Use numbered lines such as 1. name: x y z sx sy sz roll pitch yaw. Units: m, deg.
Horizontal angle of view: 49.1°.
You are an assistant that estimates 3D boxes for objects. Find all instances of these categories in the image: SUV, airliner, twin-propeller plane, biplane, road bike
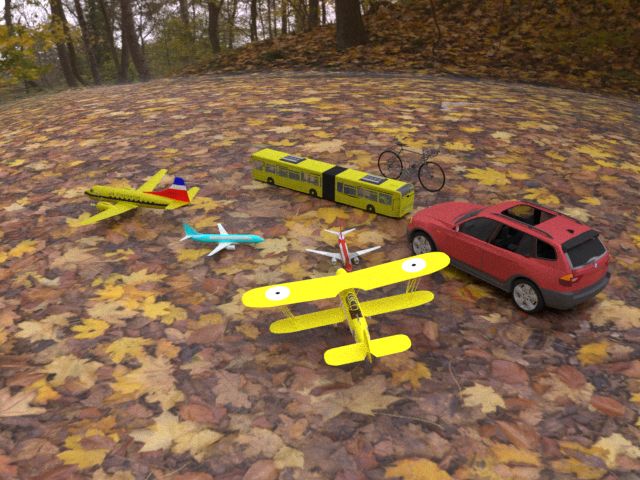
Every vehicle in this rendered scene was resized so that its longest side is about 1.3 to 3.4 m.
1. SUV: 2.634 0.001 10.116 1.276 1.128 3.058 -20 32 -34
2. airliner: -1.542 -0.104 11.122 1.307 0.429 1.161 0 26 0
3. twin-propeller plane: -3.210 -0.821 12.170 2.129 0.792 2.663 8 27 17
4. airliner: 0.375 0.105 10.698 1.161 0.429 1.307 -2 26 -4
5. biplane: 0.368 0.871 8.514 2.598 0.981 2.120 -4 26 -7
6. road bike: 1.732 -1.436 13.353 1.545 0.852 0.358 21 33 36

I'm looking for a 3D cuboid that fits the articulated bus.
1. articulated bus: 0.139 -1.091 12.981 3.401 0.561 0.605 18 31 32
